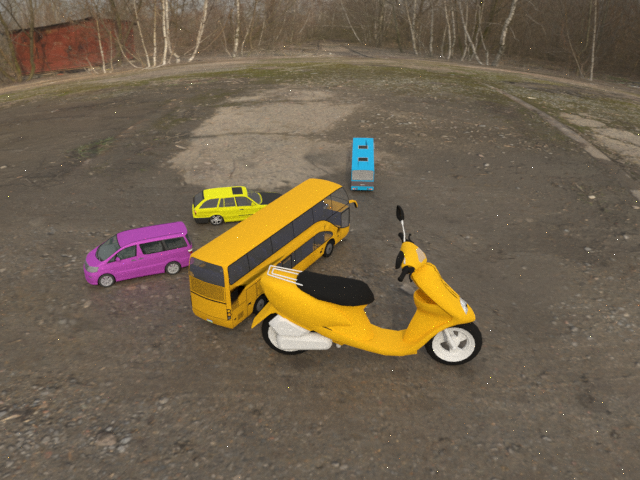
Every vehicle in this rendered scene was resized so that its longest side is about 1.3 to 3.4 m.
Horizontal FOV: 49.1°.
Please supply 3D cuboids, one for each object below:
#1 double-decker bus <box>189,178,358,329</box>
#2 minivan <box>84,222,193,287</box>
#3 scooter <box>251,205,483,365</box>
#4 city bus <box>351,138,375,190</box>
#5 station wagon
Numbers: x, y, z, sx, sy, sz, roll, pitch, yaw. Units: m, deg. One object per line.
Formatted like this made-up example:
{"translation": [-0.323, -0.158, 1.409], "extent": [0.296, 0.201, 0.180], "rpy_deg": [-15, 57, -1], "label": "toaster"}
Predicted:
{"translation": [-0.569, 0.055, 9.915], "extent": [0.756, 1.052, 3.251], "rpy_deg": [16, 32, 27], "label": "double-decker bus"}
{"translation": [-2.633, 0.187, 10.130], "extent": [1.548, 0.616, 0.681], "rpy_deg": [-11, 30, -19], "label": "minivan"}
{"translation": [0.546, 0.648, 8.046], "extent": [2.721, 1.786, 1.288], "rpy_deg": [3, 29, 5], "label": "scooter"}
{"translation": [0.813, -1.438, 13.300], "extent": [0.476, 0.460, 1.674], "rpy_deg": [2, 28, 3], "label": "city bus"}
{"translation": [-1.345, -0.623, 11.778], "extent": [1.597, 0.473, 0.682], "rpy_deg": [-5, 29, -10], "label": "station wagon"}
